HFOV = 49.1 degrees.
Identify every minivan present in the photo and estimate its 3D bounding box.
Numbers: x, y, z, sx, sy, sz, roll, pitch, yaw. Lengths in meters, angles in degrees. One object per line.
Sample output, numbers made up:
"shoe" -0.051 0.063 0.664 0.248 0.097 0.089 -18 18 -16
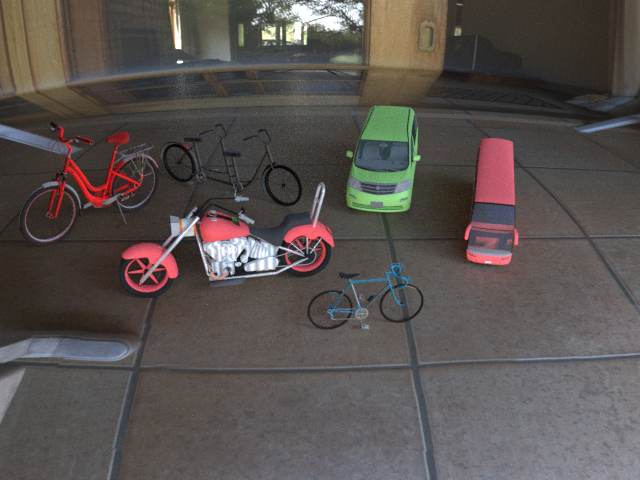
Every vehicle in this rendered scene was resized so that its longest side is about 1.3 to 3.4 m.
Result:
"minivan" 1.226 -1.559 13.140 1.324 1.197 3.011 5 28 9

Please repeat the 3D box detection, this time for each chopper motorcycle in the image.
"chopper motorcycle" -1.293 -0.004 9.815 3.040 1.480 0.906 -6 28 -11

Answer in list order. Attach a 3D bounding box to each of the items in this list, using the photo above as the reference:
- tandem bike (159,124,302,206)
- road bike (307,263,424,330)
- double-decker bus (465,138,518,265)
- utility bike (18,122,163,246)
"tandem bike" -1.707 -1.470 12.828 3.192 1.326 0.550 14 31 26
"road bike" 0.600 0.754 9.029 1.545 0.852 0.358 -4 28 -8
"double-decker bus" 2.860 -0.690 11.612 0.756 1.052 3.251 6 28 12
"utility bike" -3.624 -1.020 11.393 1.039 1.839 2.791 20 33 34
